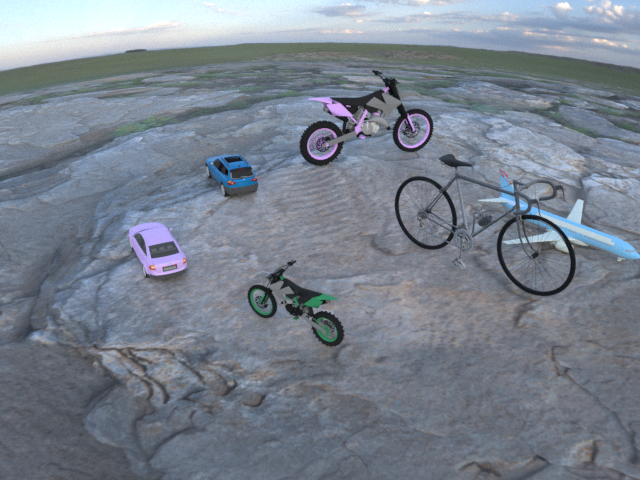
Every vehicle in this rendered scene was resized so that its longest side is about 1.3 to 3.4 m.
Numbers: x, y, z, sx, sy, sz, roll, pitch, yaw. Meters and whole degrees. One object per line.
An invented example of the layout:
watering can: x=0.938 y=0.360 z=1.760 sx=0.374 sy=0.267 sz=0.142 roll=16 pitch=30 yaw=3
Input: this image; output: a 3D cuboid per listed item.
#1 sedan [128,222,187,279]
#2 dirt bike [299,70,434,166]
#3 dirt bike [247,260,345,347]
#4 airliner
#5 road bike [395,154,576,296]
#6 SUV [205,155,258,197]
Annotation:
sedan: x=-2.427 y=0.069 z=10.362 sx=0.635 sy=0.483 sz=1.613 roll=-13 pitch=30 yaw=-23
dirt bike: x=0.962 y=-2.389 z=13.775 sx=2.903 sy=1.666 sz=1.024 roll=-10 pitch=29 yaw=-19
dirt bike: x=-0.331 y=0.764 z=8.633 sx=1.493 sy=0.857 sz=0.527 roll=18 pitch=33 yaw=31
airliner: x=3.770 y=-0.383 z=10.844 sx=2.257 sy=0.835 sz=2.541 roll=-24 pitch=36 yaw=-37
road bike: x=2.223 y=-0.315 z=9.830 sx=0.696 sy=1.656 sz=3.004 roll=-25 pitch=36 yaw=-38
SUV: x=-1.631 y=-1.286 z=12.840 sx=0.656 sy=0.580 sz=1.572 roll=-12 pitch=30 yaw=-21
